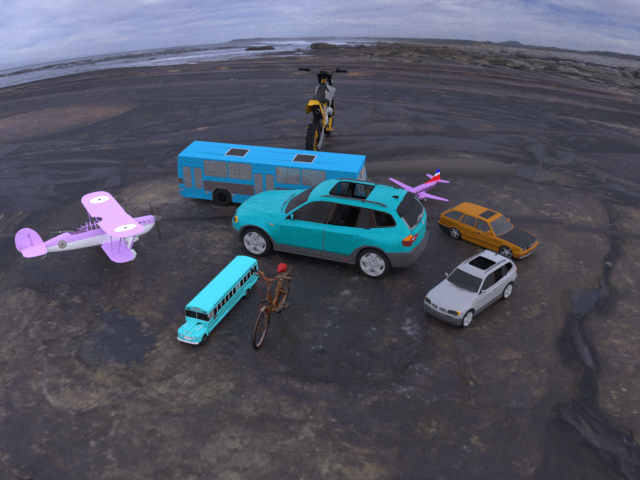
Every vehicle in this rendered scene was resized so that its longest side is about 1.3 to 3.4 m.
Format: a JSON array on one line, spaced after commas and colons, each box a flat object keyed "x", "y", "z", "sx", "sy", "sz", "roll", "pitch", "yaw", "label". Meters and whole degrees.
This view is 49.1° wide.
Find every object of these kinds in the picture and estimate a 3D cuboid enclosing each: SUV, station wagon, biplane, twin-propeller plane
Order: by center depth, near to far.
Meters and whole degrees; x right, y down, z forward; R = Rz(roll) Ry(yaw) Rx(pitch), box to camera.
[{"x": 2.081, "y": 0.616, "z": 9.574, "sx": 1.572, "sy": 0.580, "sz": 0.656, "roll": -25, "pitch": 37, "yaw": -38, "label": "SUV"}, {"x": -3.416, "y": -0.096, "z": 10.479, "sx": 2.120, "sy": 0.981, "sz": 2.598, "roll": -14, "pitch": 31, "yaw": -25, "label": "biplane"}, {"x": 0.140, "y": -0.335, "z": 10.768, "sx": 3.058, "sy": 1.128, "sz": 1.276, "roll": 10, "pitch": 30, "yaw": 18, "label": "SUV"}, {"x": 2.689, "y": -0.192, "z": 11.194, "sx": 1.597, "sy": 0.473, "sz": 0.682, "roll": 25, "pitch": 37, "yaw": 38, "label": "station wagon"}, {"x": 1.845, "y": -0.980, "z": 12.735, "sx": 1.095, "sy": 0.407, "sz": 1.370, "roll": -24, "pitch": 36, "yaw": -37, "label": "twin-propeller plane"}]

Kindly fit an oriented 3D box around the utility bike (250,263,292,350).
[{"x": -0.560, "y": 0.726, "z": 8.980, "sx": 0.535, "sy": 0.946, "sz": 1.435, "roll": 8, "pitch": 29, "yaw": 14, "label": "utility bike"}]

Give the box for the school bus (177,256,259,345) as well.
[{"x": -1.354, "y": 0.790, "z": 9.403, "sx": 0.365, "sy": 0.434, "sz": 1.708, "roll": 11, "pitch": 30, "yaw": 19, "label": "school bus"}]

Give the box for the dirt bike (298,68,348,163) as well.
[{"x": 0.006, "y": -2.659, "z": 14.536, "sx": 1.024, "sy": 1.666, "sz": 2.903, "roll": 5, "pitch": 29, "yaw": 8, "label": "dirt bike"}]

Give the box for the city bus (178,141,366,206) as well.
[{"x": -0.846, "y": -1.081, "z": 12.408, "sx": 3.255, "sy": 0.894, "sz": 0.926, "roll": 7, "pitch": 29, "yaw": 12, "label": "city bus"}]
